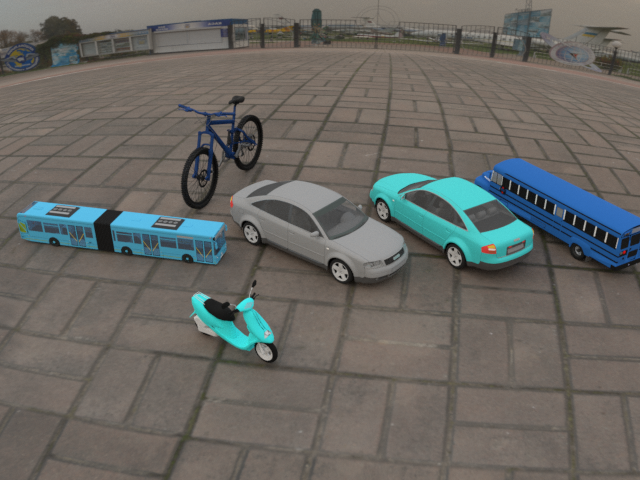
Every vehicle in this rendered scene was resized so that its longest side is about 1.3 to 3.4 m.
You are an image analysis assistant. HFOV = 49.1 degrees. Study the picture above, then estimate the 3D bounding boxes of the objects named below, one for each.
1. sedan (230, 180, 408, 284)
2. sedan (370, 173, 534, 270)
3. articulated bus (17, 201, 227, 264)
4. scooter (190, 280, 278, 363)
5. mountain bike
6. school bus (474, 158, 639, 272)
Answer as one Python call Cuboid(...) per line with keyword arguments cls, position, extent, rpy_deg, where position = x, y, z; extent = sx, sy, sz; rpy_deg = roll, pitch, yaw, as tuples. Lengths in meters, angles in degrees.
Cuboid(cls="sedan", position=(-0.061, -0.275, 10.967), extent=(3.137, 0.940, 1.235), rpy_deg=(22, 37, 33))
Cuboid(cls="sedan", position=(2.036, -0.504, 11.365), extent=(1.235, 0.940, 3.137), rpy_deg=(-18, 35, -29))
Cuboid(cls="articulated bus", position=(-3.131, -0.125, 11.086), extent=(3.401, 0.561, 0.605), rpy_deg=(7, 31, 11))
Cuboid(cls="scooter", position=(-1.111, 0.978, 8.815), extent=(1.399, 0.919, 0.662), rpy_deg=(18, 35, 28))
Cuboid(cls="mountain bike", position=(-1.746, -1.746, 12.769), extent=(1.114, 1.688, 2.857), rpy_deg=(12, 32, 20))
Cuboid(cls="school bus", position=(3.813, -0.556, 11.550), extent=(0.709, 0.844, 3.322), rpy_deg=(-16, 33, -25))
